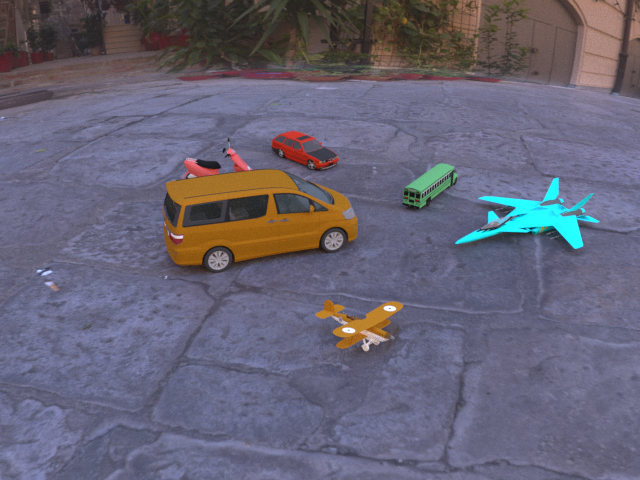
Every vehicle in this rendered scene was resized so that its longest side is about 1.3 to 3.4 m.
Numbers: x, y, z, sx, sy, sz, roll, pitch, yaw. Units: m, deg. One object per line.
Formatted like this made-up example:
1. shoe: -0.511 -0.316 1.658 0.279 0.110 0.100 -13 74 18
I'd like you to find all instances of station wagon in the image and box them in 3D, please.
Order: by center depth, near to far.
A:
1. station wagon: -0.315 -1.886 14.496 0.682 0.473 1.597 -23 35 -37

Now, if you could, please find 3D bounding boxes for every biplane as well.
1. biplane: 0.484 1.044 8.756 1.090 0.504 1.336 20 33 34

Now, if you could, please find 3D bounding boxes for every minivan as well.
1. minivan: -0.890 -0.416 10.840 3.011 1.197 1.324 -10 29 -18

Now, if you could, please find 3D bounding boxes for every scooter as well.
1. scooter: -1.878 -1.363 12.990 1.399 0.919 0.662 1 27 1

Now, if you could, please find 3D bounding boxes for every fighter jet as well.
1. fighter jet: 3.269 -0.399 11.508 2.640 0.557 2.229 -15 31 -26

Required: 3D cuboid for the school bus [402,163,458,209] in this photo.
1. school bus: 2.064 -1.022 12.857 0.365 0.434 1.708 17 32 29
